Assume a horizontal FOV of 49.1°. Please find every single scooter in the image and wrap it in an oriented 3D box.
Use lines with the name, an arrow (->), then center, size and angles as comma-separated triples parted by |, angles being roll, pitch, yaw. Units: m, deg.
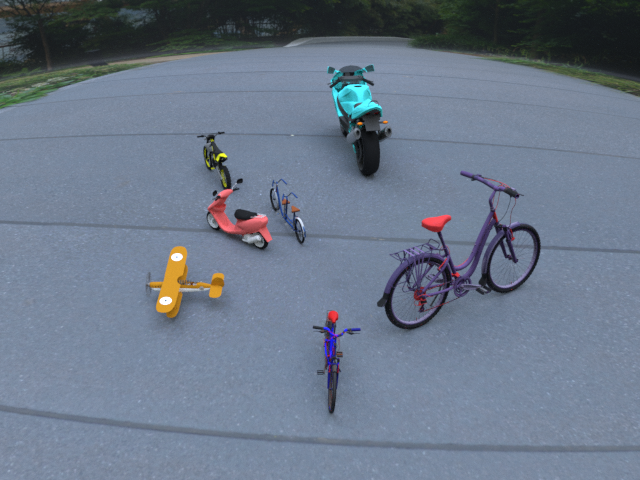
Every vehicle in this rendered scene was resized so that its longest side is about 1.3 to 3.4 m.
scooter -> -1.315, -0.414, 11.059 | 1.399, 0.919, 0.662 | 22, 36, 32

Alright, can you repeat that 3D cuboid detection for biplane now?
biplane -> -1.862, 0.643, 9.647 | 1.090, 0.504, 1.336 | 0, 30, 0

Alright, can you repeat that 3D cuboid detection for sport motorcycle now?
sport motorcycle -> 0.746, -2.465, 13.921 | 0.983, 1.596, 2.955 | -5, 30, -8

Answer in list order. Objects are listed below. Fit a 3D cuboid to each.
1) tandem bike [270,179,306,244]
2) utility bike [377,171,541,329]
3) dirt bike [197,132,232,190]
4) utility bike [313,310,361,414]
tandem bike -> -0.550, -0.531, 11.495 | 0.283, 0.682, 1.642 | -12, 32, -19
utility bike -> 1.875, 0.095, 9.263 | 2.791, 1.839, 1.039 | -16, 34, -26
dirt bike -> -1.948, -1.526, 13.037 | 0.527, 0.857, 1.493 | -13, 33, -22
utility bike -> 0.180, 1.269, 8.127 | 0.535, 0.946, 1.435 | -1, 30, -1
